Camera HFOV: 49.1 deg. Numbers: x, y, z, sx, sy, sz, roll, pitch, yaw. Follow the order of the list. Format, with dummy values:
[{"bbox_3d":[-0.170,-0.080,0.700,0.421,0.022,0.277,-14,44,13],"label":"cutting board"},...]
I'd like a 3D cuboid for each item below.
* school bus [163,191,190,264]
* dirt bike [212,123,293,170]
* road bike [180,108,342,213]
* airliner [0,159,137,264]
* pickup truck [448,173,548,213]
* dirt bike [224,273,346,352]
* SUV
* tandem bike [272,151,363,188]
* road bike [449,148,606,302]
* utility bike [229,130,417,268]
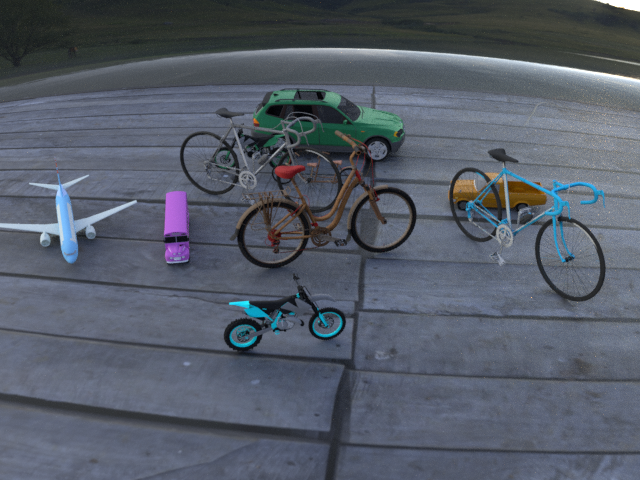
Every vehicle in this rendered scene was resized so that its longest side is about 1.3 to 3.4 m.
[{"bbox_3d":[-2.198,-0.202,10.764,0.365,0.434,1.708,-5,30,-9],"label":"school bus"},{"bbox_3d":[-1.256,-1.677,12.952,1.493,0.857,0.527,-1,29,-2],"label":"dirt bike"},{"bbox_3d":[-1.041,-1.354,11.566,3.004,1.656,0.697,11,31,19],"label":"road bike"},{"bbox_3d":[-3.966,-0.468,10.828,2.257,0.835,2.541,-11,31,-18],"label":"airliner"},{"bbox_3d":[2.982,-0.829,11.799,1.603,0.511,0.640,3,29,5],"label":"pickup truck"},{"bbox_3d":[-0.414,0.907,8.364,1.493,0.857,0.527,-6,30,-10],"label":"dirt bike"},{"bbox_3d":[0.164,-2.327,13.831,3.058,1.128,1.276,3,29,5],"label":"SUV"},{"bbox_3d":[-0.054,-1.254,12.381,1.642,0.682,0.283,4,30,7],"label":"tandem bike"},{"bbox_3d":[2.806,-0.355,9.790,0.697,1.656,3.004,-16,33,-26],"label":"road bike"},{"bbox_3d":[0.057,-0.570,9.986,2.791,1.839,1.039,-7,30,-13],"label":"utility bike"}]
